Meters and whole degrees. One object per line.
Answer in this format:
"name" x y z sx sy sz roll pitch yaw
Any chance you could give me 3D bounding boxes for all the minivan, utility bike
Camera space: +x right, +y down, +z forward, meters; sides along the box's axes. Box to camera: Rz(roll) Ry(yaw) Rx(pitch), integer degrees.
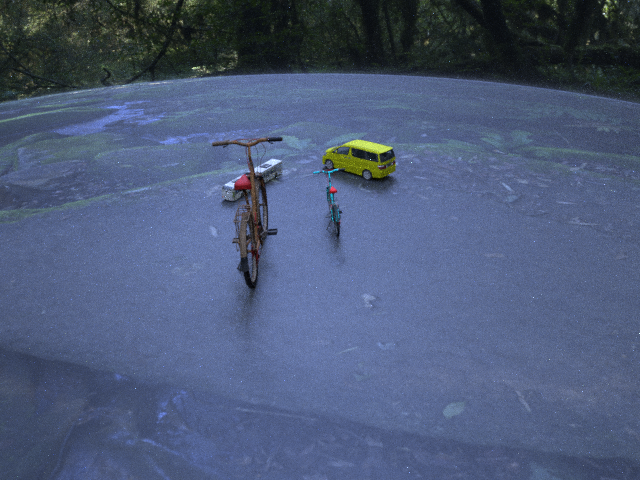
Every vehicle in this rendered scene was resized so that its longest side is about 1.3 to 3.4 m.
"minivan" 0.757 -1.663 14.019 1.548 0.616 0.681 19 32 34
"utility bike" 0.169 -0.673 11.618 0.535 0.946 1.435 -3 26 -5
"utility bike" -1.076 -0.537 10.322 1.039 1.839 2.791 1 26 1

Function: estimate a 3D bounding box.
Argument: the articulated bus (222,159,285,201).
"articulated bus" -1.262 -1.163 13.368 0.311 0.289 1.749 14 29 26
